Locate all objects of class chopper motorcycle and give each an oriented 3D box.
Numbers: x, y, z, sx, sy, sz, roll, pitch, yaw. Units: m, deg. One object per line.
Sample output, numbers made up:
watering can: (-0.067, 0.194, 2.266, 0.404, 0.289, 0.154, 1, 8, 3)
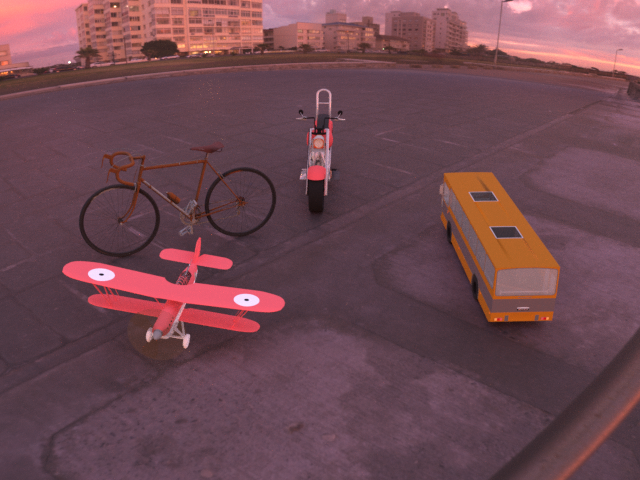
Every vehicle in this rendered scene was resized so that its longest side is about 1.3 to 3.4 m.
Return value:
chopper motorcycle: (-0.001, -1.700, 12.834, 0.906, 1.480, 3.040, 1, 26, 3)

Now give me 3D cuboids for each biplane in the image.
biplane: (-1.686, 0.651, 8.639, 2.598, 0.981, 2.120, 2, 26, 4)

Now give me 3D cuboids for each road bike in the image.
road bike: (-2.087, -0.654, 10.518, 3.004, 1.656, 0.696, -10, 28, -20)

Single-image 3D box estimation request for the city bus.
city bus: (2.439, 0.020, 10.013, 0.926, 0.894, 3.255, -1, 26, -2)
